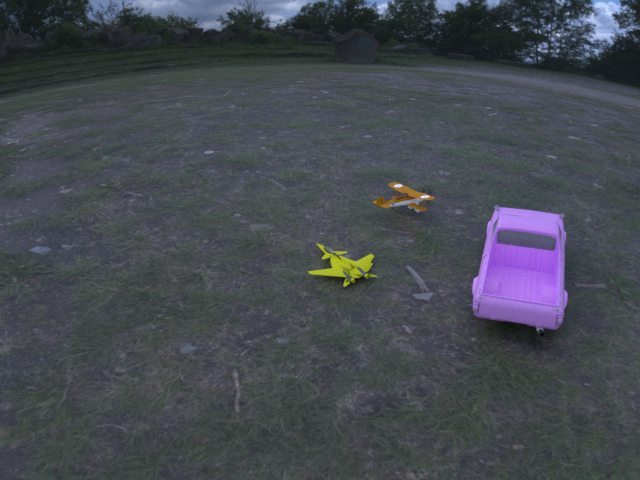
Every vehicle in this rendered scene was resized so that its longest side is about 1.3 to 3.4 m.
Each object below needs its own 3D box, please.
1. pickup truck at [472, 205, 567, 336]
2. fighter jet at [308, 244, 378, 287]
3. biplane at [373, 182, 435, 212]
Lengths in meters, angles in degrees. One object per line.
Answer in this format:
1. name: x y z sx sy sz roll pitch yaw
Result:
1. pickup truck: 2.949 0.250 10.146 1.244 0.993 3.117 8 29 15
2. fighter jet: 0.285 0.262 10.883 1.147 0.286 1.358 -15 31 -26
3. biplane: 1.475 -0.718 12.515 1.090 0.504 1.336 -13 30 -22
